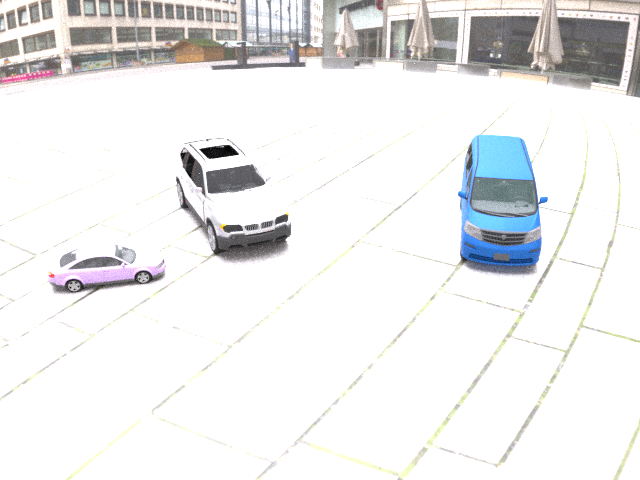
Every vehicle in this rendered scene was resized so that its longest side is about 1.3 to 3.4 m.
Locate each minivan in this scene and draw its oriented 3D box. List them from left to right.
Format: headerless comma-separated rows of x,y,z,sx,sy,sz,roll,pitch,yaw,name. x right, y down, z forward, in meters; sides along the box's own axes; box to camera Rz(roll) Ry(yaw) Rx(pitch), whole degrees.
2.839,-0.693,11.112,1.324,1.197,3.011,5,27,9,minivan

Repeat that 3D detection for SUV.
-1.511,-0.831,11.470,1.276,1.128,3.058,-12,29,-22,SUV

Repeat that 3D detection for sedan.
-2.993,0.329,9.850,1.613,0.483,0.635,-6,27,-13,sedan
